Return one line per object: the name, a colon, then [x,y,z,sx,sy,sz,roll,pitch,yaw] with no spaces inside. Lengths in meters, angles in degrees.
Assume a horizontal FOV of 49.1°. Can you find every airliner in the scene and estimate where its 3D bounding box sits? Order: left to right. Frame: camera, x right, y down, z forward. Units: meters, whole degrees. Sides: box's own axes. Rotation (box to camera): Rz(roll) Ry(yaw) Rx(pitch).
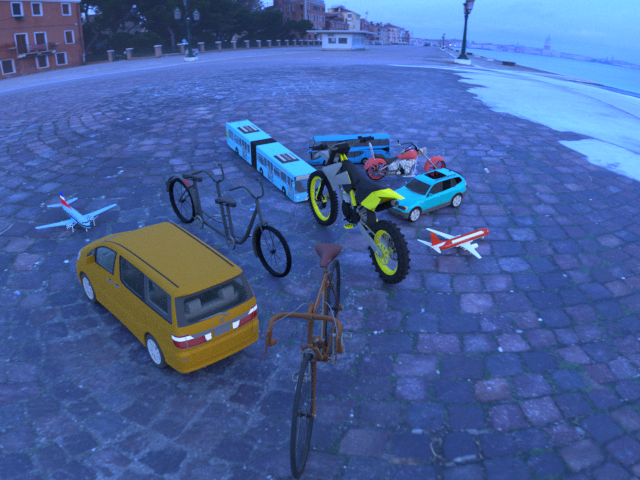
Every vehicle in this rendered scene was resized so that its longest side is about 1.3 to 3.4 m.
airliner: [2.142,-0.080,10.689,1.307,0.429,1.161,-18,32,-30]

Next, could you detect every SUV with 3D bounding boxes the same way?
SUV: [1.804,-0.809,11.917,1.572,0.580,0.656,-18,33,-31]

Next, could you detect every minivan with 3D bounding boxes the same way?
minivan: [-2.036,0.480,8.794,1.324,1.197,3.011,-21,34,-35]

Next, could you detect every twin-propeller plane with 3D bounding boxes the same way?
twin-propeller plane: [-4.006,-0.453,11.424,1.370,0.407,1.095,-22,35,-35]

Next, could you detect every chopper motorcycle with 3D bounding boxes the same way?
chopper motorcycle: [1.594,-1.489,13.019,1.563,0.761,0.466,-5,28,-10]

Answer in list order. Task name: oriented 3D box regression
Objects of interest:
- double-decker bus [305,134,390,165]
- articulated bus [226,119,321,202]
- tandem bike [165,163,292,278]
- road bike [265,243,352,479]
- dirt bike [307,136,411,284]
double-decker bus: [0.551,-1.786,13.822,1.672,0.541,0.389,-3,28,-6]
articulated bus: [-0.982,-1.586,13.418,0.605,0.561,3.401,-14,31,-24]
tandem bike: [-1.466,-0.489,10.504,0.550,1.326,3.192,-23,35,-36]
road bike: [-0.005,1.006,7.297,0.696,1.656,3.004,4,28,8]
dirt bike: [0.479,-0.581,10.312,1.024,1.666,2.903,-13,31,-24]
